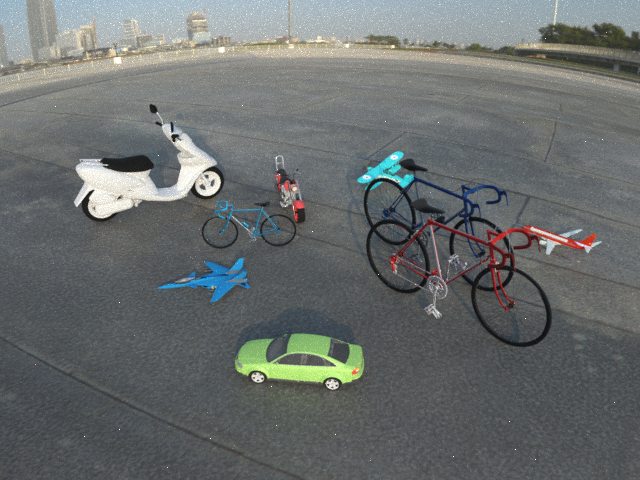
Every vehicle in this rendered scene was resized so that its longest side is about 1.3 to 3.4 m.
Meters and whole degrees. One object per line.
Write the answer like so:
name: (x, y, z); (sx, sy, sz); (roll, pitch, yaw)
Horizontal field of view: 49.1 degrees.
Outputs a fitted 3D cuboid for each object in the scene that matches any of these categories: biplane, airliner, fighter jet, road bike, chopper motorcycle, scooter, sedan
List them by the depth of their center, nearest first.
sedan: (-0.258, 1.455, 8.705); (1.613, 0.483, 0.635); (4, 29, 6)
road bike: (1.791, 0.337, 9.511); (3.004, 1.656, 0.697); (25, 37, 37)
fighter jet: (-1.765, 0.567, 10.507); (1.358, 0.286, 1.147); (-6, 30, -11)
road bike: (1.741, -0.340, 10.730); (0.697, 1.656, 3.004); (-23, 37, -35)
road bike: (-1.158, -0.250, 11.397); (1.545, 0.852, 0.358); (-2, 29, -4)
airliner: (3.931, -0.109, 11.577); (1.307, 0.429, 1.161); (25, 38, 38)
scooter: (-3.018, -1.332, 12.384); (2.721, 1.786, 1.288); (-14, 32, -24)
chopper motorcycle: (-0.553, -0.927, 12.710); (0.466, 0.761, 1.563); (-9, 30, -16)
biplane: (1.305, -1.237, 13.534); (1.090, 0.504, 1.336); (23, 36, 35)
